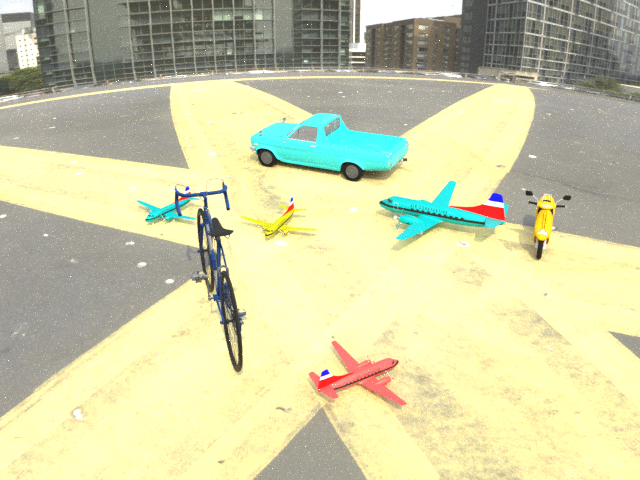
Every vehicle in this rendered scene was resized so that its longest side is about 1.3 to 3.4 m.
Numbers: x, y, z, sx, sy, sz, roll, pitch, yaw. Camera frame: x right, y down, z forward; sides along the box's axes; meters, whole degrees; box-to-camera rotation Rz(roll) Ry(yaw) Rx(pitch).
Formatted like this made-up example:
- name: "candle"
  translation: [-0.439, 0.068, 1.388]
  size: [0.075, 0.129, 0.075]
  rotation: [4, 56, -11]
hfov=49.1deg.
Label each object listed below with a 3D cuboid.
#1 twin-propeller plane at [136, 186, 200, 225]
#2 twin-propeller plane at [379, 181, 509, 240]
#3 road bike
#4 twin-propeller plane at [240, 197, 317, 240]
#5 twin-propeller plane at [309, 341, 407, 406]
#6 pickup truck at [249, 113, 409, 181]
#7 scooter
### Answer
- name: "twin-propeller plane"
  translation: [-2.553, -0.576, 11.849]
  size: [1.370, 0.407, 1.095]
  rotation: [17, 31, 30]
- name: "twin-propeller plane"
  translation: [1.946, -0.543, 11.346]
  size: [2.129, 0.792, 2.663]
  rotation: [13, 29, 24]
- name: "road bike"
  translation: [-1.288, 0.309, 8.638]
  size: [0.696, 1.656, 3.004]
  rotation: [-8, 27, -15]
- name: "twin-propeller plane"
  translation: [-0.641, -0.340, 11.368]
  size: [1.370, 0.407, 1.095]
  rotation: [10, 28, 20]
- name: "twin-propeller plane"
  translation: [0.438, 1.453, 7.728]
  size: [1.095, 0.407, 1.370]
  rotation: [-16, 30, -29]
- name: "pickup truck"
  translation: [0.158, -1.942, 13.960]
  size: [3.117, 0.993, 1.244]
  rotation: [12, 28, 22]
- name: "scooter"
  translation: [3.475, -0.360, 10.830]
  size: [0.662, 0.919, 1.399]
  rotation: [9, 27, 17]
